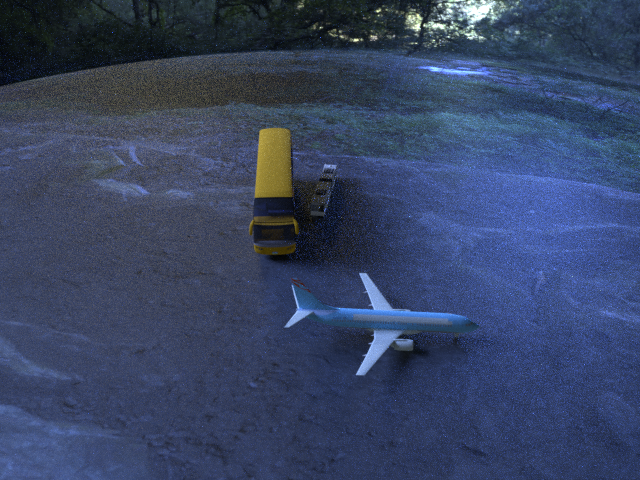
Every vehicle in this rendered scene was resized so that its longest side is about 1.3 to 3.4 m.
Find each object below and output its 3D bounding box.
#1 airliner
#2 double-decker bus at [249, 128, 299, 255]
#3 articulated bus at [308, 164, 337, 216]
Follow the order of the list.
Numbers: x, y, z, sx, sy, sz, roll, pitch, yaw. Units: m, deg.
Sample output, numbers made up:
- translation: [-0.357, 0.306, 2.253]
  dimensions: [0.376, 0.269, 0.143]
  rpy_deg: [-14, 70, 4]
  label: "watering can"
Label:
- translation: [0.844, 0.901, 9.221]
  dimensions: [2.541, 0.835, 2.257]
  rpy_deg: [2, 30, 3]
  label: "airliner"
- translation: [-0.777, -0.885, 12.102]
  dimensions: [0.756, 1.052, 3.251]
  rpy_deg: [-1, 30, -2]
  label: "double-decker bus"
- translation: [0.083, -0.952, 12.981]
  dimensions: [0.311, 0.289, 1.749]
  rpy_deg: [5, 30, 8]
  label: "articulated bus"
